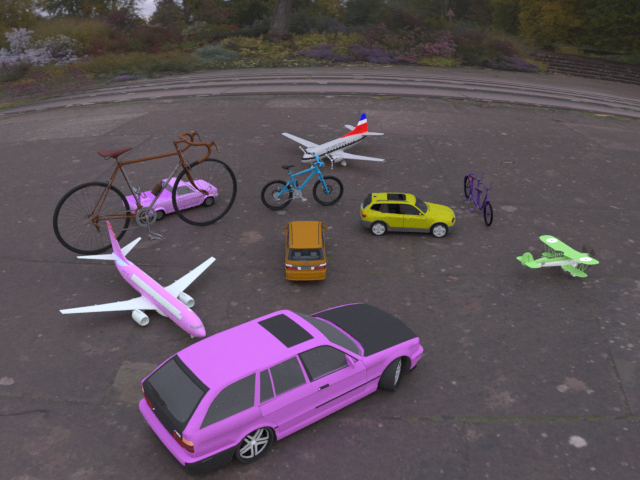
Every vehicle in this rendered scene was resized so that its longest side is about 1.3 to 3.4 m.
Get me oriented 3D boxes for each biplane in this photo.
[{"bbox_3d":[3.371,0.275,10.012,1.090,0.504,1.336,-5,27,-11],"label":"biplane"}]

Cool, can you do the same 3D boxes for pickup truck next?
[{"bbox_3d":[-2.579,-0.765,12.127,1.603,0.511,0.640,-18,32,-33],"label":"pickup truck"}]

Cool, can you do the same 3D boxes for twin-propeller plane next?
[{"bbox_3d":[0.339,-2.030,14.385,2.663,0.792,2.129,21,33,36],"label":"twin-propeller plane"}]

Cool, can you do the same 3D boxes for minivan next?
[{"bbox_3d":[-0.217,0.054,10.337,0.681,0.616,1.548,-1,26,-2],"label":"minivan"}]

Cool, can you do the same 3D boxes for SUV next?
[{"bbox_3d":[1.417,-0.441,11.387,1.572,0.580,0.656,2,26,4],"label":"SUV"}]

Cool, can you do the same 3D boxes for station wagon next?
[{"bbox_3d":[-0.300,1.308,7.435,3.105,0.920,1.327,-18,31,-32],"label":"station wagon"}]

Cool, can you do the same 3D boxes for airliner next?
[{"bbox_3d":[-2.203,0.512,9.155,2.257,0.835,2.541,-20,33,-36],"label":"airliner"}]

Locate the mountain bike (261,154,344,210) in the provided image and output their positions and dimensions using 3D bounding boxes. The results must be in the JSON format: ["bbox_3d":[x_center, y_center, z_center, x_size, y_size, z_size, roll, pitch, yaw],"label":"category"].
[{"bbox_3d":[-0.301,-0.959,12.116,1.469,0.868,0.573,-6,27,-11],"label":"mountain bike"}]

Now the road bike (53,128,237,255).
[{"bbox_3d":[-2.634,-0.767,10.831,3.004,1.656,0.696,-17,31,-30],"label":"road bike"}]

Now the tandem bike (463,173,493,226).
[{"bbox_3d":[2.724,-0.821,12.047,0.283,0.682,1.642,-2,26,-5],"label":"tandem bike"}]
